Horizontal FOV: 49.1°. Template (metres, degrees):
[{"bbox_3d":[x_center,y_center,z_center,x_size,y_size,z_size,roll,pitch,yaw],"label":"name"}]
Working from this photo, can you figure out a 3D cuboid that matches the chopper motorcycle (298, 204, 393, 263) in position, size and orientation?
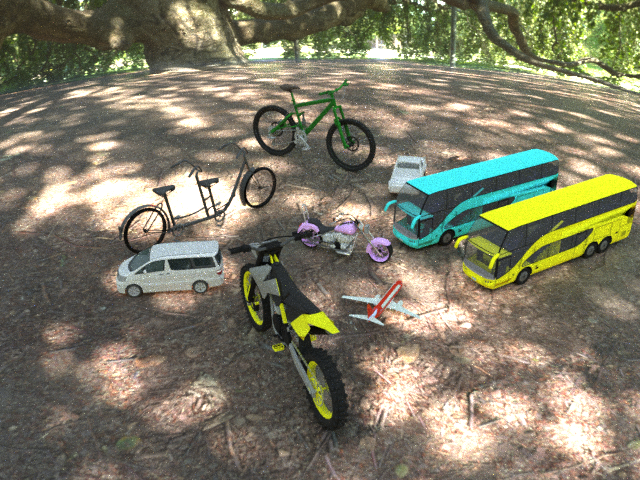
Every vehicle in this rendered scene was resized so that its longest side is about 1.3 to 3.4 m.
[{"bbox_3d":[0.382,-0.103,10.937,1.563,0.761,0.466,11,30,19],"label":"chopper motorcycle"}]

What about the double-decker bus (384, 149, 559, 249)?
[{"bbox_3d":[2.622,-0.706,11.752,3.251,1.052,0.756,-16,32,-27],"label":"double-decker bus"}]

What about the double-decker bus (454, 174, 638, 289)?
[{"bbox_3d":[3.536,-0.149,10.716,3.251,1.052,0.756,-16,32,-28],"label":"double-decker bus"}]

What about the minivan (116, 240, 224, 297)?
[{"bbox_3d":[-2.181,0.393,10.167,1.548,0.616,0.681,-3,28,-6],"label":"minivan"}]

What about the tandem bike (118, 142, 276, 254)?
[{"bbox_3d":[-1.934,-0.765,11.574,3.192,1.326,0.550,-25,37,-38],"label":"tandem bike"}]

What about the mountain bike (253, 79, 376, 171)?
[{"bbox_3d":[-0.168,-2.352,14.148,2.857,1.688,1.114,15,32,25],"label":"mountain bike"}]

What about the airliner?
[{"bbox_3d":[0.896,0.773,9.656,1.161,0.429,1.307,14,31,24],"label":"airliner"}]

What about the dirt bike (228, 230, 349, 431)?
[{"bbox_3d":[-0.413,0.856,8.192,1.024,1.666,2.903,-13,31,-23],"label":"dirt bike"}]

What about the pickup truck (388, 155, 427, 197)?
[{"bbox_3d":[1.687,-1.283,13.401,0.640,0.511,1.603,6,29,11],"label":"pickup truck"}]
